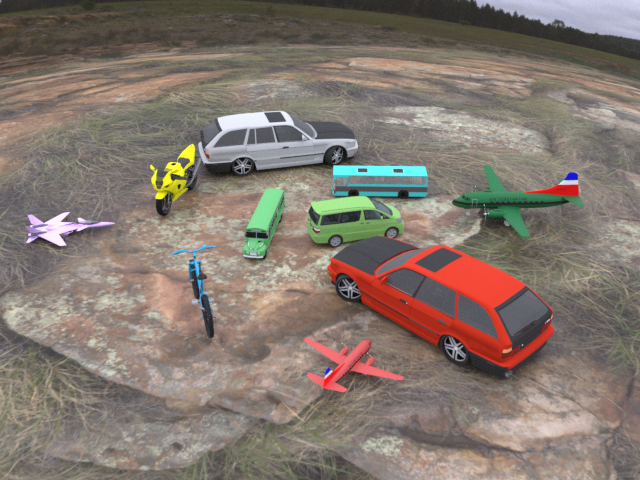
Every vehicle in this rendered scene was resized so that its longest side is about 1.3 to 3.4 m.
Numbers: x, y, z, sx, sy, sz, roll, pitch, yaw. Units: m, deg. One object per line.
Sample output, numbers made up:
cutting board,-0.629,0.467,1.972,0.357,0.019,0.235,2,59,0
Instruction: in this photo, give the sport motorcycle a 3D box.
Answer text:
sport motorcycle,-2.500,-1.054,12.184,0.506,0.821,1.520,8,31,13

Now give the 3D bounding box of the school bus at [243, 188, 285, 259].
school bus,-0.887,-0.273,11.215,0.365,0.434,1.708,4,30,7

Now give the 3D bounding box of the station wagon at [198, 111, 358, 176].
station wagon,-0.800,-1.988,13.706,3.105,0.920,1.327,-8,31,-13

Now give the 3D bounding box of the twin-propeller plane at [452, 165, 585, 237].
twin-propeller plane,3.276,-0.762,11.707,2.129,0.792,2.663,-1,30,-1

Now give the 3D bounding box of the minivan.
minivan,0.582,-0.346,11.161,1.548,0.616,0.681,-8,31,-14

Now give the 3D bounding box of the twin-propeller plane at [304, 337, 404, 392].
twin-propeller plane,0.334,1.426,8.294,1.370,0.407,1.095,18,34,28

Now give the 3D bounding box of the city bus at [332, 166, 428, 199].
city bus,1.061,-1.032,12.507,1.674,0.460,0.476,1,30,1

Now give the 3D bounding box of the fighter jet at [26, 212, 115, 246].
fighter jet,-4.034,-0.264,11.347,1.358,0.286,1.147,-7,31,-13

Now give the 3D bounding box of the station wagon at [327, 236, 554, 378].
station wagon,1.470,0.610,9.196,1.327,0.920,3.105,-26,39,-37

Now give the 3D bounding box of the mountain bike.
mountain bike,-1.580,0.622,9.228,0.573,0.868,1.469,-10,31,-16
